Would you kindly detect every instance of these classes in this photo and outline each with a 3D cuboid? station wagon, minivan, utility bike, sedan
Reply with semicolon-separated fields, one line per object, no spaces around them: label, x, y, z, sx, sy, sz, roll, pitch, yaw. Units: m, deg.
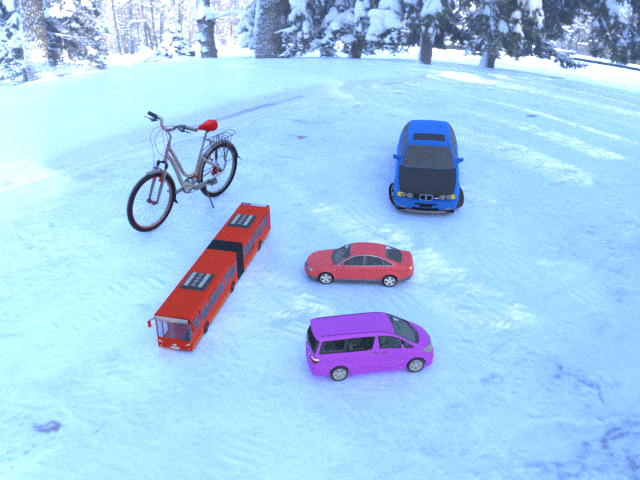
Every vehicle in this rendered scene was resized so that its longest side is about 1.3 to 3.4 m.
station wagon;2.012;-1.484;13.136;1.327;0.920;3.105;4;29;7
minivan;0.610;1.236;8.463;1.548;0.616;0.681;-5;29;-9
utility bike;-2.173;-1.283;11.809;1.039;1.839;2.791;18;33;29
sedan;0.577;0.316;10.290;1.613;0.483;0.635;2;29;4

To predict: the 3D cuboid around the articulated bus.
articulated bus;-1.436;0.392;10.069;0.605;0.561;3.401;7;29;12
